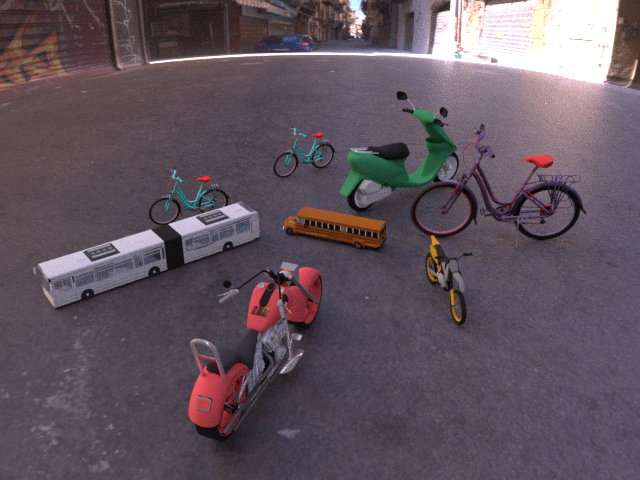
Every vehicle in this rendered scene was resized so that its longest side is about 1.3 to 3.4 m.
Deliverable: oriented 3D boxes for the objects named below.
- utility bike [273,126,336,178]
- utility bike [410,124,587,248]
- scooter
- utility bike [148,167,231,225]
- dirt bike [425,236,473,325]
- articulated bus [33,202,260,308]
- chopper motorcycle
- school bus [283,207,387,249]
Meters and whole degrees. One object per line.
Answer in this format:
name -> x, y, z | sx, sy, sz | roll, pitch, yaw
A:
utility bike -> -0.252, -1.712, 13.495 | 1.435, 0.946, 0.535 | -17, 34, -28
utility bike -> 2.835, -0.750, 10.877 | 2.791, 1.839, 1.039 | 1, 29, 2
scooter -> 1.507, -1.562, 12.372 | 2.721, 1.786, 1.288 | -19, 35, -30
utility bike -> -2.171, -0.723, 11.739 | 1.435, 0.946, 0.535 | -12, 32, -21
dirt bike -> 1.750, 0.487, 9.682 | 0.527, 0.857, 1.493 | -5, 30, -10
articulated bus -> -2.477, 0.160, 10.564 | 3.401, 0.561, 0.605 | -20, 35, -31
chopper motorcycle -> -0.629, 0.983, 8.168 | 0.906, 1.480, 3.040 | 11, 31, 19
school bus -> 0.217, -0.208, 11.347 | 1.708, 0.434, 0.365 | 11, 31, 19
